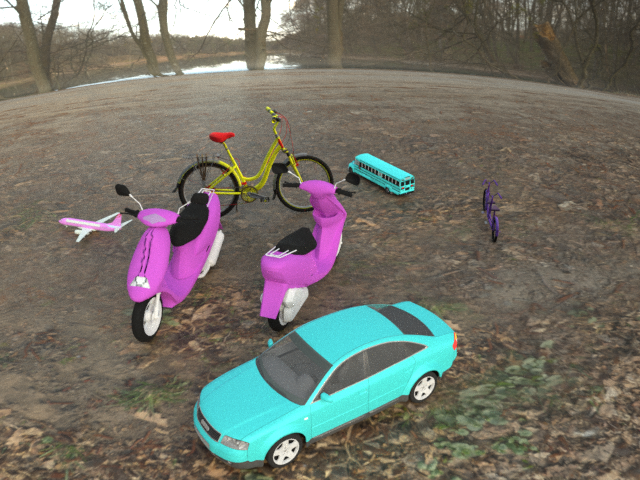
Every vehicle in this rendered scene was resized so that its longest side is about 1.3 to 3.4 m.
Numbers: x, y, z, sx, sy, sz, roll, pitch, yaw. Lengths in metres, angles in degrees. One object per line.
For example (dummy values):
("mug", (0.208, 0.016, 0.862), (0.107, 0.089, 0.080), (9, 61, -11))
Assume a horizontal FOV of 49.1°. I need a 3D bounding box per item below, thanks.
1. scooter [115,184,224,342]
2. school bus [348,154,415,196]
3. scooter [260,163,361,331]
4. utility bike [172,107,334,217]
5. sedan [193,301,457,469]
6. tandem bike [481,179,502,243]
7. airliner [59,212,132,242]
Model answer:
("scooter", (-1.932, 0.007, 9.487), (1.288, 1.786, 2.721), (7, 28, 13))
("school bus", (1.141, -1.284, 13.468), (0.365, 0.434, 1.708), (-17, 32, -29))
("scooter", (-0.171, -0.040, 9.578), (1.288, 1.786, 2.721), (10, 29, 18))
("utility bike", (-1.153, -1.309, 11.983), (2.791, 1.839, 1.039), (-4, 28, -9))
("sedan", (0.120, 1.415, 7.681), (3.137, 0.940, 1.235), (-17, 32, -29))
("tandem bike", (2.874, -0.550, 11.773), (0.283, 0.682, 1.642), (2, 27, 4))
("airliner", (-3.810, -0.330, 11.622), (1.307, 0.429, 1.161), (9, 29, 17))
